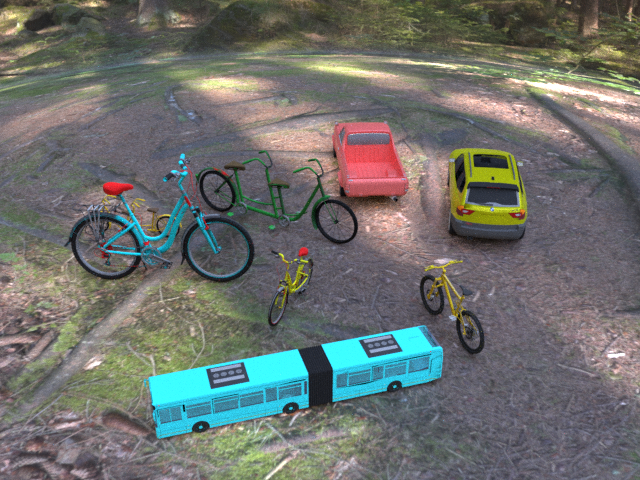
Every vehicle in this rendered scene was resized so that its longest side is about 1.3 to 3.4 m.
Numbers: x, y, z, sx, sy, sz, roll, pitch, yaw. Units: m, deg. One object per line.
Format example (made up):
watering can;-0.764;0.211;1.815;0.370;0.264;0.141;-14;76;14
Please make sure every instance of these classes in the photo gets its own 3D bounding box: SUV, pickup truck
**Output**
SUV;2.860;-1.008;12.087;1.276;1.128;3.058;4;30;7
pickup truck;0.904;-1.649;13.367;1.244;0.993;3.117;-1;29;-3

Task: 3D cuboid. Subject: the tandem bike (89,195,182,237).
tandem bike;-3.058;-0.376;11.419;1.642;0.682;0.283;4;30;7

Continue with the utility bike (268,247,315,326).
utility bike;-0.329;0.523;9.549;0.535;0.946;1.435;12;31;20

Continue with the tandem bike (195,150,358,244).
tandem bike;-0.791;-0.815;11.544;3.192;1.326;0.550;15;33;25

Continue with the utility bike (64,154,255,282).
utility bike;-2.333;-0.276;10.059;2.791;1.839;1.039;1;29;2

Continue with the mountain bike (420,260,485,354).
mountain bike;1.709;0.820;9.100;0.573;0.868;1.469;-12;31;-20

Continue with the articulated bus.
articulated bus;-0.244;1.593;8.037;3.401;0.561;0.605;-8;30;-15
